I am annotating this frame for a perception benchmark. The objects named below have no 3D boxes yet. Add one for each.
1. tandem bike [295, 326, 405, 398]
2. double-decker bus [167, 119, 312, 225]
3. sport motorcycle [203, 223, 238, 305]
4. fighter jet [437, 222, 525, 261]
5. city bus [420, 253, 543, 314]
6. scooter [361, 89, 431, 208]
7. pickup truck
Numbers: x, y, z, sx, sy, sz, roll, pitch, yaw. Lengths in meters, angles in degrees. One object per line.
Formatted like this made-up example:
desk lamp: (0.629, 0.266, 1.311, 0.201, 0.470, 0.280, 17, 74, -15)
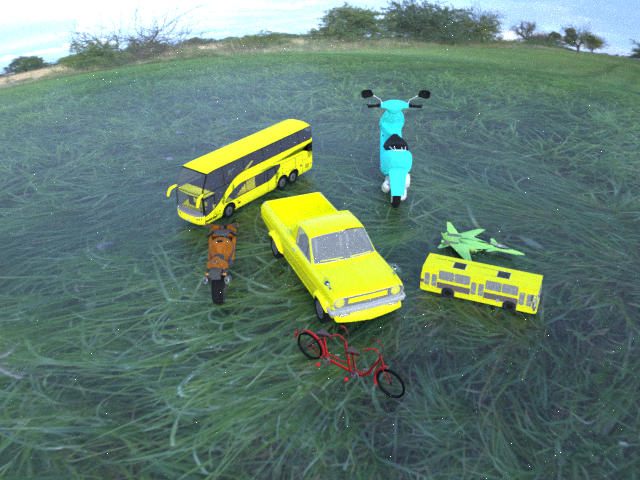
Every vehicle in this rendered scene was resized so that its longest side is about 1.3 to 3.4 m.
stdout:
tandem bike: (0.341, 1.399, 8.559, 1.642, 0.682, 0.283, 20, 35, 31)
double-decker bus: (-1.345, -1.278, 12.894, 0.756, 1.052, 3.251, 20, 35, 31)
sport motorcycle: (-1.465, 0.297, 10.357, 0.506, 0.821, 1.520, -1, 30, -1)
fighter jet: (2.646, 0.036, 11.357, 1.358, 0.286, 1.147, 11, 32, 19)
city bus: (2.320, 0.636, 10.126, 1.674, 0.460, 0.476, 12, 32, 20)
scooter: (1.401, -1.853, 13.163, 1.288, 1.786, 2.721, 1, 30, 1)
pickup truck: (0.095, 0.080, 10.564, 1.244, 0.993, 3.117, -12, 32, -19)
